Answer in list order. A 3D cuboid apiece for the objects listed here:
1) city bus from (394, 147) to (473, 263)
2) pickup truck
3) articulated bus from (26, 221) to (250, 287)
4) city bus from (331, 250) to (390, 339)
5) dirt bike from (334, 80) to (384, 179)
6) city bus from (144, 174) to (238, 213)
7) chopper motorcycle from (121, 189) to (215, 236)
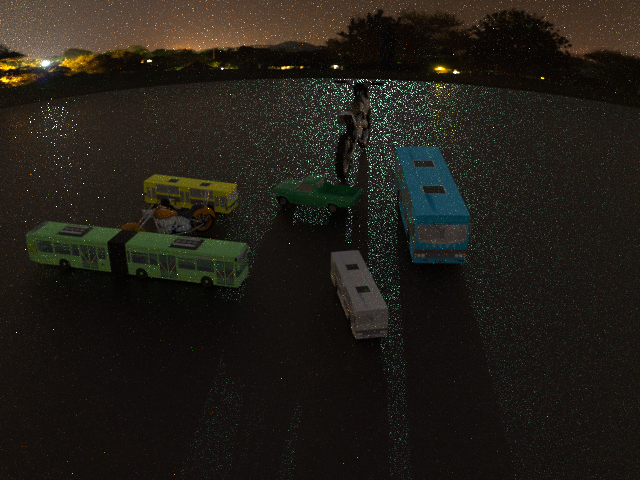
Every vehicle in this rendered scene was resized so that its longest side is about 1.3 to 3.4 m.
[{"bbox_3d":[1.793,-0.647,11.756,0.926,0.894,3.255,0,26,0],"label":"city bus"},{"bbox_3d":[-0.042,-0.876,12.679,1.603,0.511,0.640,9,27,18],"label":"pickup truck"},{"bbox_3d":[-2.705,0.198,10.374,3.401,0.561,0.605,6,26,12],"label":"articulated bus"},{"bbox_3d":[0.499,0.714,9.413,0.476,0.460,1.674,-4,26,-9],"label":"city bus"},{"bbox_3d":[0.720,-2.414,14.556,1.024,1.666,2.903,7,26,13],"label":"dirt bike"},{"bbox_3d":[-2.329,-0.819,12.618,1.674,0.460,0.476,8,27,16],"label":"city bus"},{"bbox_3d":[-2.458,-0.351,11.292,1.563,0.761,0.466,-12,28,-23],"label":"chopper motorcycle"}]
